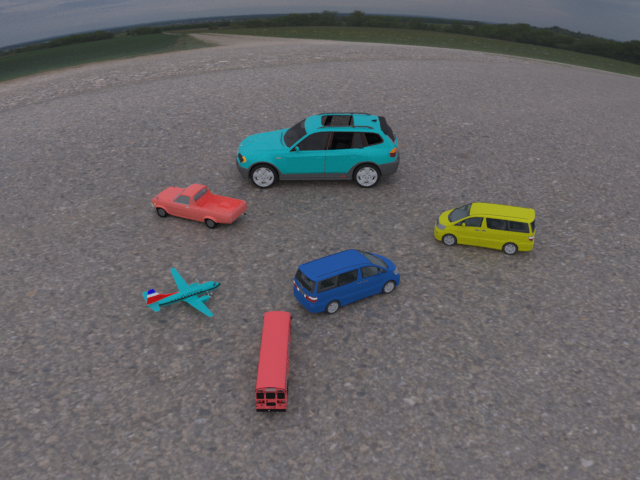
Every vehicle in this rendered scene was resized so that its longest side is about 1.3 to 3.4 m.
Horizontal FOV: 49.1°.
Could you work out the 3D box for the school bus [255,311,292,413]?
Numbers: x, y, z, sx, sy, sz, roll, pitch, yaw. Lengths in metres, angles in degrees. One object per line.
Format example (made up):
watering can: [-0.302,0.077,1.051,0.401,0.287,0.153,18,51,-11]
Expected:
school bus: [-0.544,1.376,8.499,0.365,0.434,1.708,0,31,0]

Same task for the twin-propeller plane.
twin-propeller plane: [-1.870,0.709,9.650,1.095,0.407,1.370,-18,35,-27]

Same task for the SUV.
SUV: [-0.039,-1.723,13.047,3.058,1.128,1.276,0,31,0]

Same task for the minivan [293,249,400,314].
minivan: [0.401,0.506,9.790,1.548,0.616,0.681,-17,35,-26]

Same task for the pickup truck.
pickup truck: [-2.045,-0.623,11.796,1.603,0.511,0.640,12,33,20]

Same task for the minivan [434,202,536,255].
minivan: [2.598,-0.235,11.039,1.548,0.616,0.681,9,32,14]
